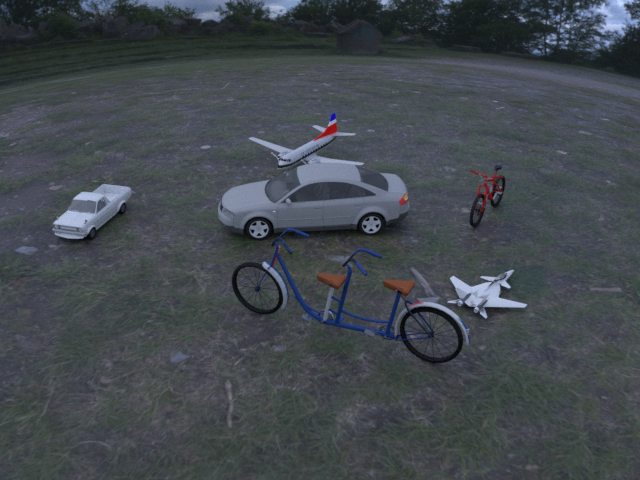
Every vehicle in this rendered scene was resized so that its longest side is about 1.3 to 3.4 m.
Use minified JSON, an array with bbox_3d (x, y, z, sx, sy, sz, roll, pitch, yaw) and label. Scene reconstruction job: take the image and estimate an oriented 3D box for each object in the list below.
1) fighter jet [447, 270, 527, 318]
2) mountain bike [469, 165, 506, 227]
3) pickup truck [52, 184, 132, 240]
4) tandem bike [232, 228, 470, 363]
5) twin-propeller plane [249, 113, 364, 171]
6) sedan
[{"bbox_3d":[2.380,0.606,9.701,1.147,0.286,1.358,22,35,35],"label":"fighter jet"},{"bbox_3d":[2.827,-0.799,11.705,0.573,0.868,1.469,17,33,29],"label":"mountain bike"},{"bbox_3d":[-3.746,-0.535,11.590,0.640,0.511,1.603,7,29,13],"label":"pickup truck"},{"bbox_3d":[0.276,0.646,8.528,3.192,1.326,0.550,13,31,22],"label":"tandem bike"},{"bbox_3d":[-0.209,-1.876,13.793,2.663,0.792,2.129,17,32,28],"label":"twin-propeller plane"},{"bbox_3d":[-0.105,-0.710,11.463,3.137,0.940,1.235,-3,28,-5],"label":"sedan"}]
